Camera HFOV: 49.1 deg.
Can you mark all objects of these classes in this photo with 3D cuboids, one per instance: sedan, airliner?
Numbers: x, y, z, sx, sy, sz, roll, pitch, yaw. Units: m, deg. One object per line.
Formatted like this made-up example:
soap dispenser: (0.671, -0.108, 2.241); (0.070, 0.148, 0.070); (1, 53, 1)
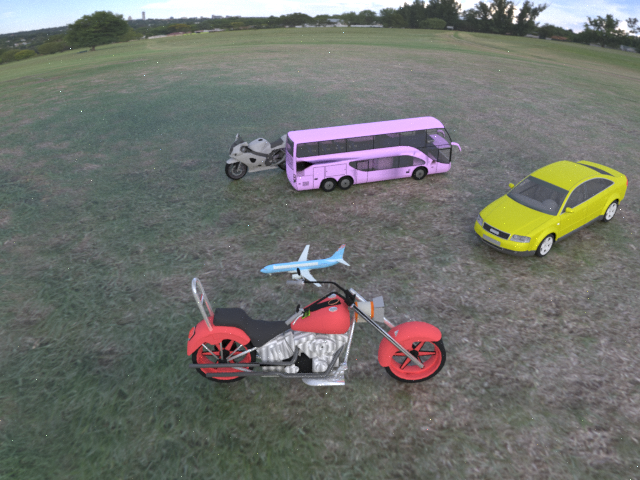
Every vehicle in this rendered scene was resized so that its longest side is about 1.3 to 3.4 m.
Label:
sedan: (3.850, -0.658, 11.531); (3.137, 0.940, 1.235); (-23, 37, -33)
airliner: (-0.240, 0.301, 10.417); (1.307, 0.429, 1.161); (-5, 31, -8)

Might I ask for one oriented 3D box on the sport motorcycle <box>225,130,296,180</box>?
sport motorcycle: (-1.082, -1.616, 13.260); (1.520, 0.821, 0.506); (-13, 33, -21)

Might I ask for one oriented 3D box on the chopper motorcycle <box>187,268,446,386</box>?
chopper motorcycle: (-0.032, 1.056, 8.119); (3.040, 1.480, 0.906); (-1, 31, -2)

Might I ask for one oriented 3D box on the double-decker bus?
double-decker bus: (0.981, -1.619, 13.039); (3.251, 1.052, 0.756); (-8, 32, -14)
